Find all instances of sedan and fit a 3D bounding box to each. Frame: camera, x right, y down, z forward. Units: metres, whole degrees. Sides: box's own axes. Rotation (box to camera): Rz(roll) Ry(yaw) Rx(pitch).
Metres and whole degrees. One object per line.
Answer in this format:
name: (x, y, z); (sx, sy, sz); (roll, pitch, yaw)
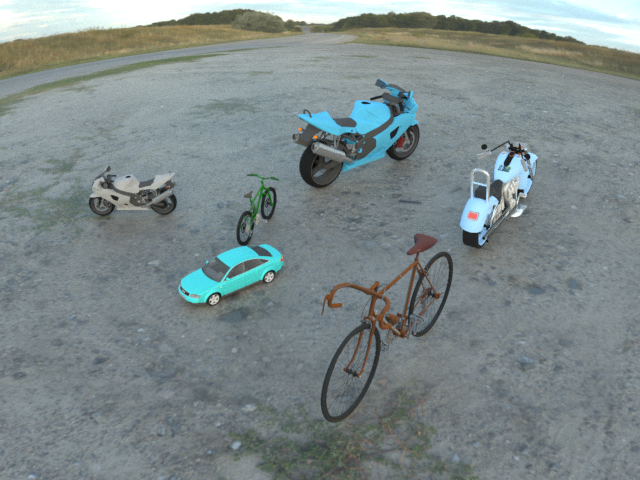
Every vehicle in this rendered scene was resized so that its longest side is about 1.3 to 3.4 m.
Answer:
sedan: (-1.275, 0.445, 10.090); (1.613, 0.483, 0.635); (-22, 37, -32)

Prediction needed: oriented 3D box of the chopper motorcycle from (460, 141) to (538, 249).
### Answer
chopper motorcycle: (3.047, -0.976, 11.521); (0.906, 1.480, 3.040); (17, 35, 27)

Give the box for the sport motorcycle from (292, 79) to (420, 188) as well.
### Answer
sport motorcycle: (0.795, -1.991, 13.131); (2.955, 1.596, 0.983); (-21, 36, -31)

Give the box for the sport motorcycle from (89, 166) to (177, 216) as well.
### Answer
sport motorcycle: (-3.178, -0.795, 11.864); (1.520, 0.821, 0.506); (-1, 31, -2)

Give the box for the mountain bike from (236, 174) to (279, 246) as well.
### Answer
mountain bike: (-1.019, -0.533, 11.373); (0.573, 0.868, 1.469); (11, 32, 17)

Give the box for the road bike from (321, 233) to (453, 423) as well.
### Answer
road bike: (0.892, 0.867, 8.217); (0.696, 1.656, 3.004); (20, 36, 30)
